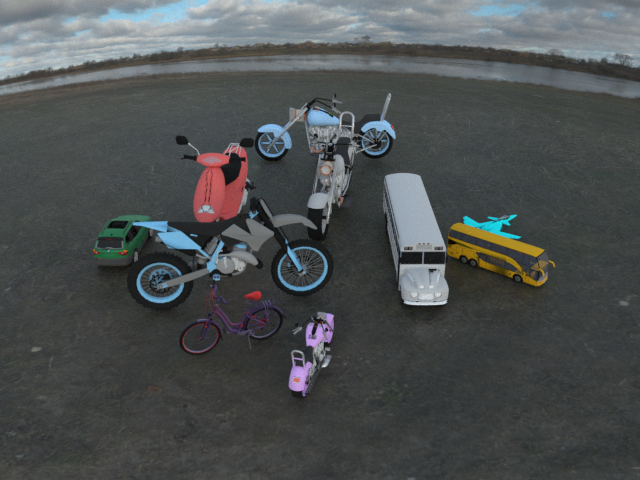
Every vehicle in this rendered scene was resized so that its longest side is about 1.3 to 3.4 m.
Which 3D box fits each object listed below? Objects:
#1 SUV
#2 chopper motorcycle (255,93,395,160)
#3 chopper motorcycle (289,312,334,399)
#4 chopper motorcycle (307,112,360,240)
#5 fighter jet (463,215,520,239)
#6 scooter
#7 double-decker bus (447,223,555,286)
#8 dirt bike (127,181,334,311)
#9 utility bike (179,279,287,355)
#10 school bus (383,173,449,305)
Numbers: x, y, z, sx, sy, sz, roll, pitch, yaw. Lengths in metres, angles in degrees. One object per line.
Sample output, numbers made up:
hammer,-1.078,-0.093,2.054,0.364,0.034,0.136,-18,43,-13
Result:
SUV,-3.197,-0.083,11.396,0.656,0.580,1.572,1,27,2
chopper motorcycle,0.108,-2.427,15.044,3.040,1.480,0.906,1,27,1
chopper motorcycle,-0.070,1.260,8.533,0.466,0.761,1.563,7,28,13
chopper motorcycle,0.228,-1.220,12.652,0.906,1.480,3.040,6,27,11
fighter jet,3.053,-0.321,12.194,1.358,0.286,1.147,-22,34,-37
scooter,-1.657,-0.991,11.856,1.288,1.786,2.721,3,27,6
double-decker bus,2.757,0.224,10.831,1.672,0.541,0.389,21,34,35
dirt bike,-1.235,0.150,9.729,2.903,1.666,1.024,-5,27,-9
utility bike,-1.075,0.995,8.854,1.435,0.946,0.535,-11,29,-21
school bus,1.470,-0.077,11.092,0.709,0.844,3.322,0,27,0
